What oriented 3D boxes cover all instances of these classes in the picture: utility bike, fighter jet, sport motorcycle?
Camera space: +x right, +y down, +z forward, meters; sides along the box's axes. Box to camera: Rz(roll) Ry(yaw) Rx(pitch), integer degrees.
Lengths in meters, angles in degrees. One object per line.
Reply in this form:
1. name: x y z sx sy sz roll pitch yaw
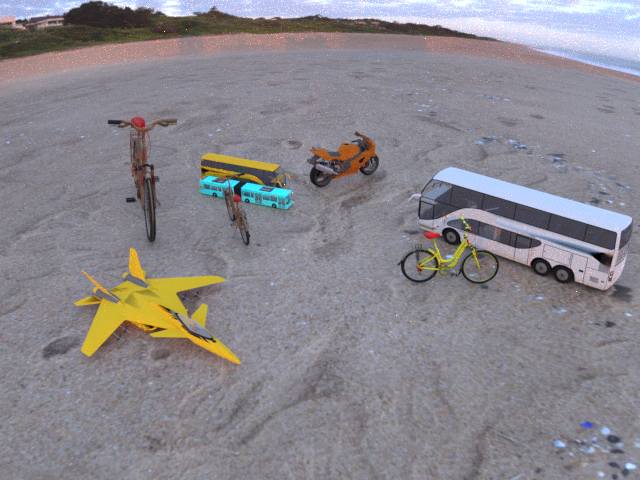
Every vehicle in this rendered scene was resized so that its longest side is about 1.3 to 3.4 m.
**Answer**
1. utility bike: -1.382 -0.527 11.099 0.535 0.946 1.435 -10 31 -18
2. fighter jet: -1.943 0.896 8.956 2.640 0.557 2.229 23 36 34
3. utility bike: 1.813 0.166 9.863 1.435 0.946 0.535 1 29 2
4. utility bike: -2.834 -1.249 11.474 1.039 1.839 2.791 -9 31 -16
5. sport motorcycle: 0.457 -1.474 12.917 1.520 0.821 0.506 -16 33 -26

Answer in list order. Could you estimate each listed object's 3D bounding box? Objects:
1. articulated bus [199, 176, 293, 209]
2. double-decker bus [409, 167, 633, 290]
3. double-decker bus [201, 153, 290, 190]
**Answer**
1. articulated bus: -1.307 -0.843 12.335 1.749 0.289 0.311 11 31 19
2. double-decker bus: 2.907 -0.251 10.498 3.251 1.052 0.756 21 36 33
3. double-decker bus: -1.370 -1.173 12.666 1.672 0.541 0.389 12 31 20
